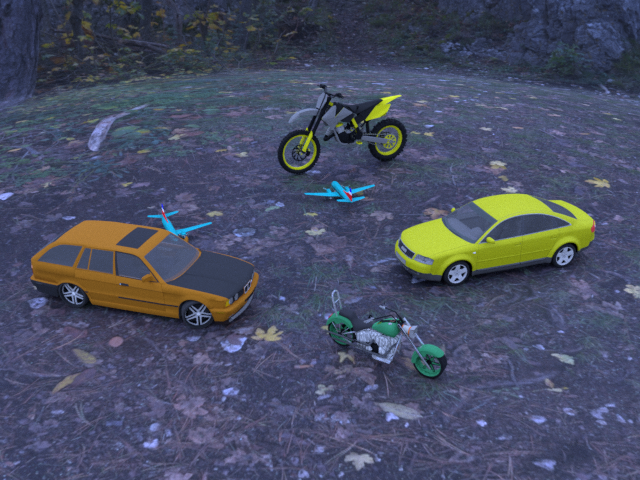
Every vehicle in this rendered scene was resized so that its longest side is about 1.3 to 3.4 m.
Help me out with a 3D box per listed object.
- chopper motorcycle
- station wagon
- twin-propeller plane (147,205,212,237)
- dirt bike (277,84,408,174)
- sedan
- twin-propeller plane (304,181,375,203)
[{"bbox_3d":[0.771,1.115,8.344,1.563,0.761,0.466,15,30,27],"label":"chopper motorcycle"},{"bbox_3d":[-2.401,0.375,9.652,3.105,0.920,1.327,8,27,15],"label":"station wagon"},{"bbox_3d":[-2.466,-0.234,11.449,1.370,0.407,1.095,-11,28,-21],"label":"twin-propeller plane"},{"bbox_3d":[0.504,-2.246,14.076,2.903,1.666,1.024,-11,29,-21],"label":"dirt bike"},{"bbox_3d":[2.663,-0.121,10.625,3.137,0.940,1.235,-8,28,-16],"label":"sedan"},{"bbox_3d":[0.402,-0.920,12.827,1.370,0.407,1.095,-8,28,-16],"label":"twin-propeller plane"}]
